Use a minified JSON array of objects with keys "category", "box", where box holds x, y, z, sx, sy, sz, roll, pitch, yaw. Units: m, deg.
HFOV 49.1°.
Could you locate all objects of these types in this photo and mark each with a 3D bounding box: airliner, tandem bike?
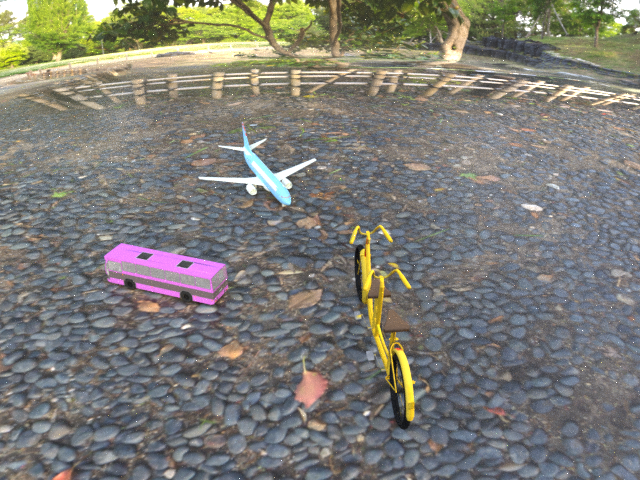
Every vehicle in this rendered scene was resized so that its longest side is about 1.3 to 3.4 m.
[{"category":"airliner","box":[-1.007,-1.356,12.537,2.257,0.835,2.541,-12,30,-20]},{"category":"tandem bike","box":[0.685,0.772,8.045,0.550,1.326,3.192,-3,28,-6]}]

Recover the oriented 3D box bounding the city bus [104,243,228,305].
[{"category":"city bus","box":[-2.095,0.471,9.523,1.674,0.460,0.476,10,30,18]}]
